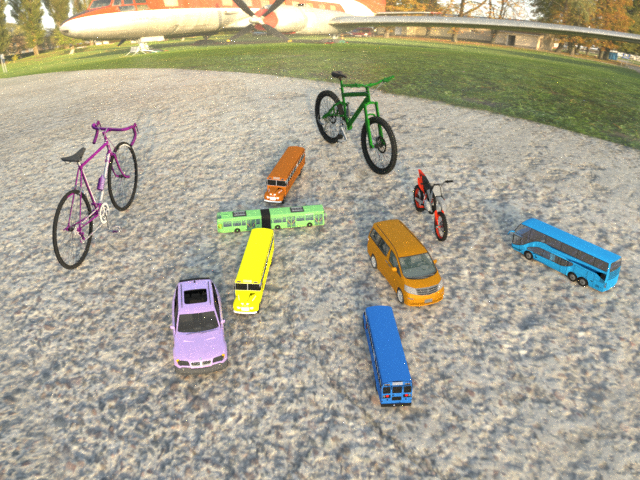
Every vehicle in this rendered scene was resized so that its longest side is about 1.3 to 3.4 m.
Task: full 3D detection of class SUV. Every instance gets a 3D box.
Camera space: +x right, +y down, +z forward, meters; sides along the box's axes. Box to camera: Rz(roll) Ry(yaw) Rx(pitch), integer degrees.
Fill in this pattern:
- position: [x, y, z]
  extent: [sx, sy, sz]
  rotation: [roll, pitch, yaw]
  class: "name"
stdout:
- position: [-1.508, 1.025, 8.650]
  extent: [0.656, 0.580, 1.572]
  rotation: [-6, 30, -10]
  class: "SUV"

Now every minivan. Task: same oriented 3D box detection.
- position: [1.195, 0.305, 9.865]
  extent: [0.681, 0.616, 1.548]
  rotation: [-10, 31, -16]
  class: "minivan"

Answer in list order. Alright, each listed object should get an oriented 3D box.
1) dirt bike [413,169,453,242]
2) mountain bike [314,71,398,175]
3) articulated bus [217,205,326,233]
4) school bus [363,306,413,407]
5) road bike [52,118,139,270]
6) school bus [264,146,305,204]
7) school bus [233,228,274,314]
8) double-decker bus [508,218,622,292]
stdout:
- position: [1.786, -0.623, 11.236]
  extent: [0.527, 0.857, 1.493]
  rotation: [-6, 30, -10]
  class: "dirt bike"
- position: [0.636, -2.384, 13.466]
  extent: [1.114, 1.688, 2.857]
  rotation: [-16, 34, -26]
  class: "mountain bike"
- position: [-0.783, -0.342, 11.319]
  extent: [1.749, 0.289, 0.311]
  rotation: [-5, 30, -8]
  class: "articulated bus"
- position: [0.775, 1.286, 8.341]
  extent: [0.365, 0.434, 1.708]
  rotation: [-2, 30, -4]
  class: "school bus"
- position: [-3.421, -0.819, 10.777]
  extent: [0.696, 1.656, 3.004]
  rotation: [4, 30, 7]
  class: "road bike"
- position: [-0.629, -1.180, 12.630]
  extent: [0.365, 0.434, 1.708]
  rotation: [6, 31, 11]
  class: "school bus"
- position: [-0.921, 0.423, 9.843]
  extent: [0.365, 0.434, 1.708]
  rotation: [2, 30, 4]
  class: "school bus"
- position: [3.516, 0.179, 10.159]
  extent: [0.389, 0.541, 1.672]
  rotation: [-22, 36, -33]
  class: "double-decker bus"
